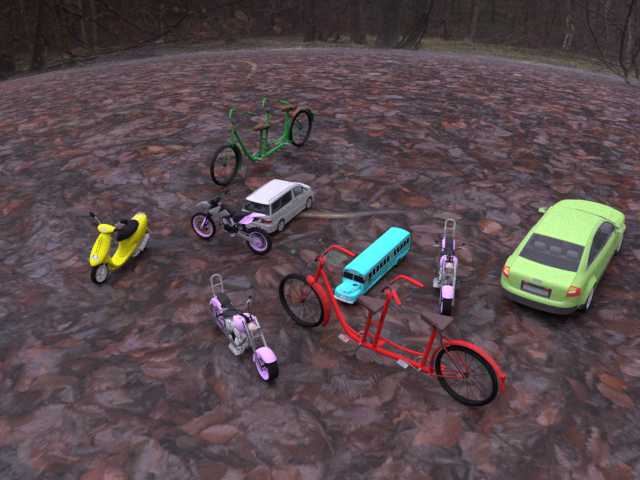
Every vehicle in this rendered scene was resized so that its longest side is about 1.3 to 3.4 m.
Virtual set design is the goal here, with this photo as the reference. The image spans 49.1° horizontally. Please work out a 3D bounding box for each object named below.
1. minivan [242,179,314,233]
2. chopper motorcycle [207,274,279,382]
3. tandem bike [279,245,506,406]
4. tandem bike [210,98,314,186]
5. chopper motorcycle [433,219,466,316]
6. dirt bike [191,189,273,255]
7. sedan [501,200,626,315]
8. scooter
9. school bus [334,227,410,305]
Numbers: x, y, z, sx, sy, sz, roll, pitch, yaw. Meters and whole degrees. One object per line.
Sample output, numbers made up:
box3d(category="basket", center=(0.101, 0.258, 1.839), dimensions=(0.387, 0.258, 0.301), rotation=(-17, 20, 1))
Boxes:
box3d(category="minivan", center=(-0.677, -0.661, 11.737), dimensions=(0.681, 0.616, 1.548), rotation=(15, 33, 24))
box3d(category="chopper motorcycle", center=(-0.953, 1.058, 8.561), dimensions=(0.466, 0.761, 1.563), rotation=(-18, 34, -28))
box3d(category="tandem bike", center=(0.717, 0.921, 8.230), dimensions=(3.192, 1.326, 0.550), rotation=(21, 36, 32))
box3d(category="tandem bike", center=(-1.047, -2.089, 13.532), dimensions=(0.550, 1.326, 3.192), rotation=(19, 35, 30))
box3d(category="chopper motorcycle", center=(1.789, 0.366, 9.780), dimensions=(0.466, 0.761, 1.563), rotation=(5, 30, 8))
box3d(category="dirt bike", center=(-1.398, -0.270, 10.803), dimensions=(1.493, 0.857, 0.527), rotation=(14, 33, 23))
box3d(category="sedan", center=(3.632, 0.028, 10.195), dimensions=(1.235, 0.940, 3.137), rotation=(18, 34, 28))
box3d(category="scooter", center=(-2.953, -0.021, 10.302), dimensions=(0.662, 0.919, 1.399), rotation=(12, 32, 20))
box3d(category="school bus", center=(0.771, 0.361, 10.120), dimensions=(0.365, 0.434, 1.708), rotation=(18, 34, 28))
